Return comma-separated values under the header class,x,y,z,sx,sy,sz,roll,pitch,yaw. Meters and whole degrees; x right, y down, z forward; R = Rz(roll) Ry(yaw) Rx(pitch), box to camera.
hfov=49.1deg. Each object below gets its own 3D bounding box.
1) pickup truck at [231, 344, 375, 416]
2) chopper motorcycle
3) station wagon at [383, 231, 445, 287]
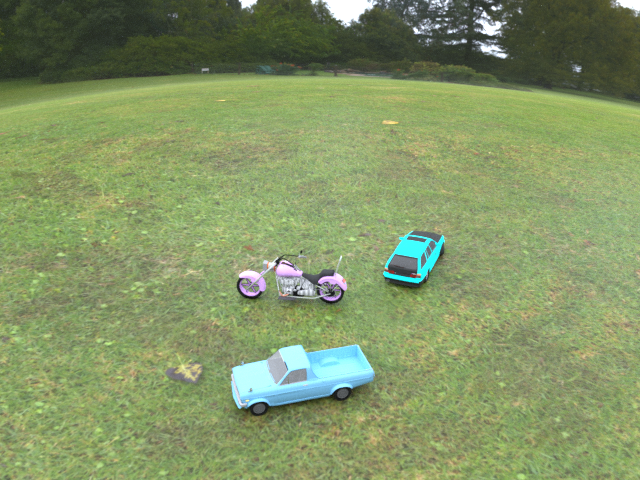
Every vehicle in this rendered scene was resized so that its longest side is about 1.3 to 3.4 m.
class,x,y,z,sx,sy,sz,roll,pitch,yaw
pickup truck,-0.205,1.515,7.979,1.603,0.511,0.640,-7,27,-15
chopper motorcycle,-0.402,0.513,9.771,1.563,0.761,0.466,4,26,8
station wagon,1.486,0.181,10.792,0.682,0.473,1.597,10,28,20
